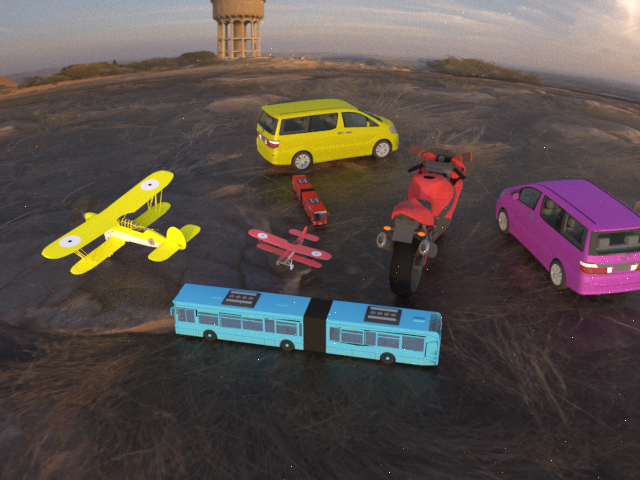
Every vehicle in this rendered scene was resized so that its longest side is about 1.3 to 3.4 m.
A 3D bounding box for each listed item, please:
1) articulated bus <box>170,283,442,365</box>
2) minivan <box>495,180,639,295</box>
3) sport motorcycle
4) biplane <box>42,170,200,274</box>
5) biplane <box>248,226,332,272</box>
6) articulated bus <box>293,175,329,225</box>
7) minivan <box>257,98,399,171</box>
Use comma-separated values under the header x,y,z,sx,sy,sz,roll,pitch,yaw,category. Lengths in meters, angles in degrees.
x,y,z,sx,sy,sz,roll,pitch,yaw,category
-0.203,1.049,8.812,3.401,0.561,0.605,6,28,11,articulated bus
3.776,-0.274,10.708,1.324,1.197,3.011,-5,27,-10,minivan
1.575,-0.366,10.449,0.983,1.596,2.955,10,29,19,sport motorcycle
-2.882,-0.118,10.641,2.120,0.981,2.598,15,30,27,biplane
-0.395,0.121,10.695,1.336,0.504,1.090,10,29,19,biplane
-0.201,-0.744,12.633,0.311,0.289,1.749,-6,28,-12,articulated bus
0.205,-2.309,14.703,3.011,1.197,1.324,-11,29,-20,minivan
